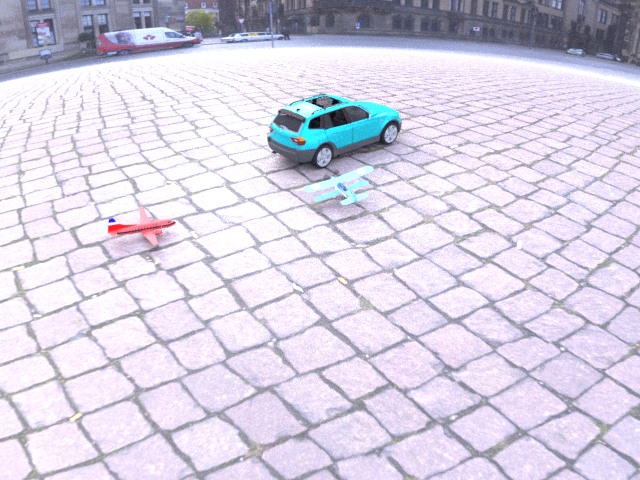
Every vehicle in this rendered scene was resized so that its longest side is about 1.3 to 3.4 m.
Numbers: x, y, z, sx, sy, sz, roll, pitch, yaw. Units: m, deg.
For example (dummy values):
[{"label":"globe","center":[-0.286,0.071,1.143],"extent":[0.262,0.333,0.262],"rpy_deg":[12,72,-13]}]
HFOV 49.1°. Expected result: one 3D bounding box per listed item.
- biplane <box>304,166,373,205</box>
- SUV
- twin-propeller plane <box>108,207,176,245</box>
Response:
[{"label":"biplane","center":[0.397,-0.887,12.373],"extent":[1.336,0.504,1.090],"rpy_deg":[-12,32,-20]},{"label":"SUV","center":[0.354,-2.406,14.396],"extent":[3.058,1.128,1.276],"rpy_deg":[-24,37,-35]},{"label":"twin-propeller plane","center":[-2.887,-0.250,11.361],"extent":[1.095,0.407,1.370],"rpy_deg":[-11,32,-19]}]
